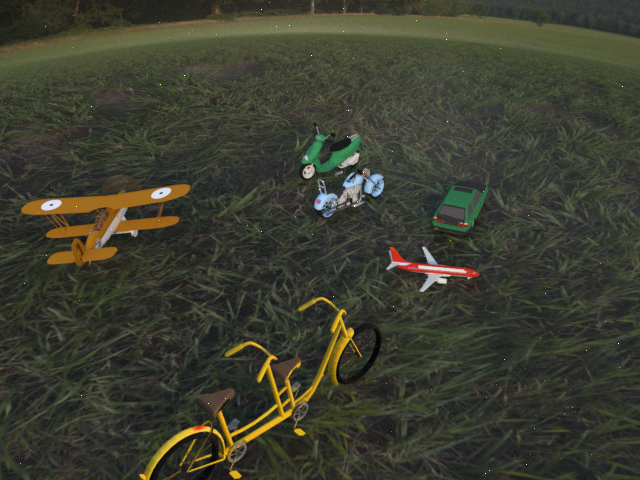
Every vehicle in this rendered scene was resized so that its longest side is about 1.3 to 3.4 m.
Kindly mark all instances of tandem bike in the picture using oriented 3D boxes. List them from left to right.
[{"bbox_3d":[-0.449,1.498,7.116,3.192,1.326,0.550,-26,40,-36],"label":"tandem bike"}]

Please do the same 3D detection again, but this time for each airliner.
[{"bbox_3d":[1.607,0.332,9.905,1.307,0.429,1.161,5,32,8],"label":"airliner"}]

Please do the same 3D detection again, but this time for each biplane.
[{"bbox_3d":[-3.213,-0.206,10.260,2.598,0.981,2.120,2,31,4],"label":"biplane"}]

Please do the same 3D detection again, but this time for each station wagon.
[{"bbox_3d":[2.330,-0.632,11.453,0.682,0.473,1.597,13,34,20],"label":"station wagon"}]

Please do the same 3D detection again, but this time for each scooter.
[{"bbox_3d":[0.210,-1.640,12.686,1.399,0.919,0.662,-20,36,-29],"label":"scooter"}]

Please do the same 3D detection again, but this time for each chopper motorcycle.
[{"bbox_3d":[0.517,-0.870,11.569,1.563,0.761,0.466,-26,40,-36],"label":"chopper motorcycle"}]
